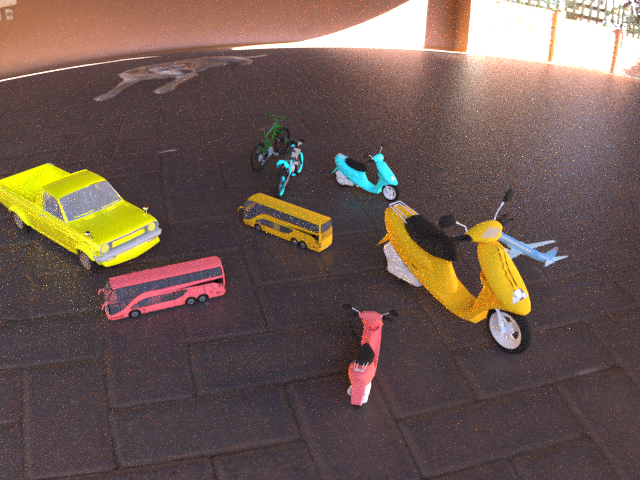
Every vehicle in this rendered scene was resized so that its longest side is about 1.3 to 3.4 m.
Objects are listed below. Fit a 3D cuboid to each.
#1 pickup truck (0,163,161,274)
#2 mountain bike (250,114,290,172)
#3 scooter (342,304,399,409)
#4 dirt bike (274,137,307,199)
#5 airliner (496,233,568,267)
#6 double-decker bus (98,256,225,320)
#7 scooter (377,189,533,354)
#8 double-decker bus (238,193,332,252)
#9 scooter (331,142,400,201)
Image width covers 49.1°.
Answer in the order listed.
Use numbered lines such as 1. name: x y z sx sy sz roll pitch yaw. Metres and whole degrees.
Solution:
1. pickup truck: -3.908 -0.533 11.074 3.117 0.993 1.244 23 38 34
2. mountain bike: -0.950 -1.898 13.514 0.573 0.868 1.469 14 33 23
3. scooter: 0.544 1.247 8.125 0.662 0.919 1.399 6 31 11
4. dirt bike: -0.550 -1.373 12.633 0.527 0.857 1.493 9 32 14
5. airliner: 3.088 0.037 10.660 1.161 0.429 1.307 -19 36 -29
6. double-decker bus: -2.127 0.657 9.499 1.672 0.541 0.389 -12 33 -19
7. scooter: 1.716 0.192 9.061 1.288 1.786 2.721 -21 36 -31
8. double-decker bus: -0.556 -0.302 11.126 1.672 0.541 0.389 21 36 31
9. scooter: 0.805 -1.239 12.345 1.399 0.919 0.662 20 36 30
